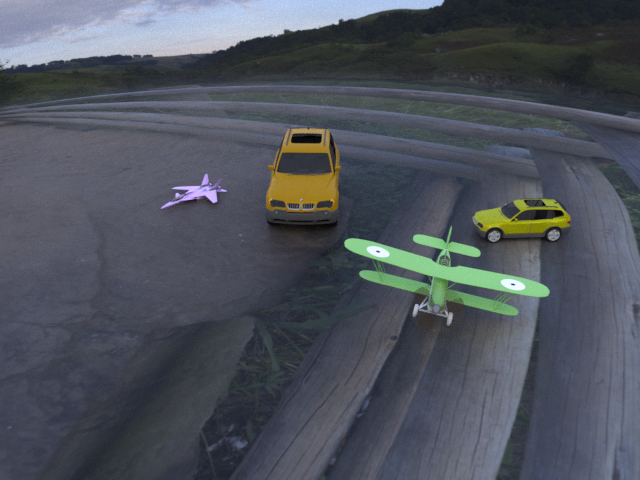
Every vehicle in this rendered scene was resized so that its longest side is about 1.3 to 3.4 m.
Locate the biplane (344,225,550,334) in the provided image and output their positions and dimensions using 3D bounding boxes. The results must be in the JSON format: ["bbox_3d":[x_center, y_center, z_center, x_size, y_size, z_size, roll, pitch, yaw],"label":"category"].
[{"bbox_3d":[1.657,0.459,9.274,2.598,0.981,2.120,6,26,12],"label":"biplane"}]

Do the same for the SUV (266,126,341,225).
[{"bbox_3d":[-0.259,-1.211,12.621,1.276,1.128,3.058,1,25,2],"label":"SUV"}]

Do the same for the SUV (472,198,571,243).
[{"bbox_3d":[3.291,-0.350,11.445,1.572,0.580,0.656,-1,25,-2],"label":"SUV"}]

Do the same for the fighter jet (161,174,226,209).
[{"bbox_3d":[-2.404,-0.864,12.873,1.147,0.286,1.358,19,31,34],"label":"fighter jet"}]
